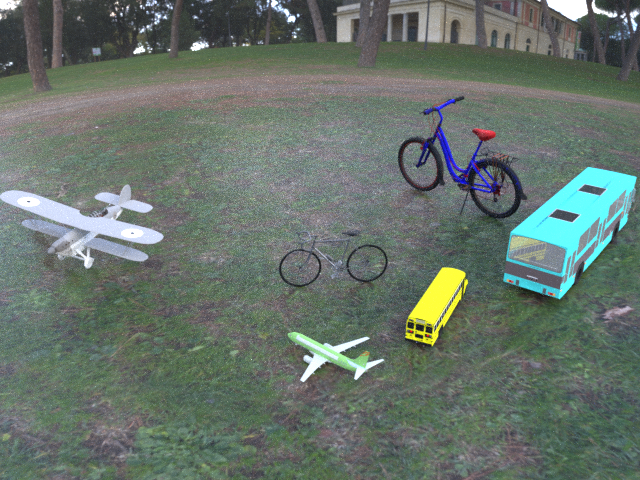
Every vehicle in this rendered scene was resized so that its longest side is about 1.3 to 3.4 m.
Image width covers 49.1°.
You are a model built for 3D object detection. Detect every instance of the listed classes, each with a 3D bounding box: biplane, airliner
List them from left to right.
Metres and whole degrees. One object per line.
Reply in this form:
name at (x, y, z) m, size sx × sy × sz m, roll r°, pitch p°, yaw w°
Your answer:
biplane at (-3.389, -0.227, 10.576) m, size 2.598 × 0.981 × 2.120 m, roll 8°, pitch 27°, yaw 16°
airliner at (0.084, 1.245, 8.183) m, size 1.307 × 0.429 × 1.161 m, roll 22°, pitch 34°, yaw 38°

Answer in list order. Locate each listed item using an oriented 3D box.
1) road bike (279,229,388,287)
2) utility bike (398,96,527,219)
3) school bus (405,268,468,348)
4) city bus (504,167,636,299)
road bike at (0.195, 0.246, 9.752) m, size 1.545 × 0.852 × 0.358 m, roll -4°, pitch 26°, yaw -7°
utility bike at (2.339, -1.426, 12.056) m, size 1.039 × 1.839 × 2.791 m, roll -22°, pitch 33°, yaw -37°
school bus at (1.557, 0.803, 9.086) m, size 0.365 × 0.434 × 1.708 m, roll 12°, pitch 28°, yaw 23°
city bus at (3.835, -0.163, 10.543) m, size 0.926 × 0.894 × 3.255 m, roll 18°, pitch 31°, yaw 33°
